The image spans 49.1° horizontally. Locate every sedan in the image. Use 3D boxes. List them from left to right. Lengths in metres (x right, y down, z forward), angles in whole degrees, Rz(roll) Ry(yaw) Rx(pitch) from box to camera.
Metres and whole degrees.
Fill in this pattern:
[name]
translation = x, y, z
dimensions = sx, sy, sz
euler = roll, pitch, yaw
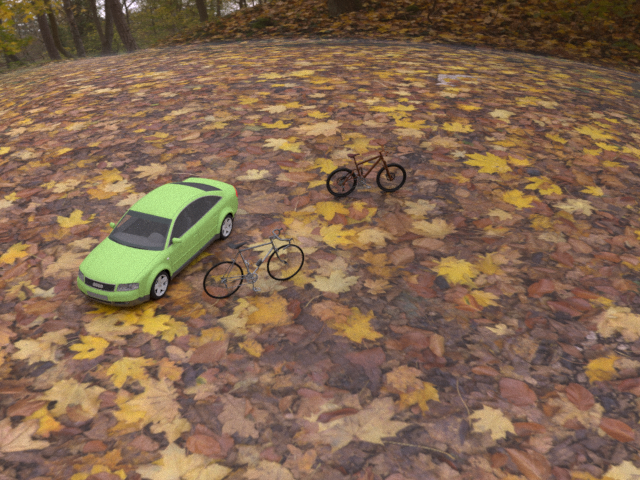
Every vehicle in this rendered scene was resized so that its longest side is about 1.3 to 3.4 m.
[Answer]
[sedan]
translation = -2.349, -0.146, 10.471
dimensions = 1.235, 0.940, 3.137
euler = 12, 33, 20

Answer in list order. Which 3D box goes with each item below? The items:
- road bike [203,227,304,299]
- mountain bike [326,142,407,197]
[road bike]
translation = -0.908, 0.329, 9.759
dimensions = 1.545, 0.852, 0.358
euler = -15, 34, -24
[mountain bike]
translation = 0.826, -1.191, 12.302
dimensions = 1.469, 0.868, 0.573
euler = -6, 31, -10
